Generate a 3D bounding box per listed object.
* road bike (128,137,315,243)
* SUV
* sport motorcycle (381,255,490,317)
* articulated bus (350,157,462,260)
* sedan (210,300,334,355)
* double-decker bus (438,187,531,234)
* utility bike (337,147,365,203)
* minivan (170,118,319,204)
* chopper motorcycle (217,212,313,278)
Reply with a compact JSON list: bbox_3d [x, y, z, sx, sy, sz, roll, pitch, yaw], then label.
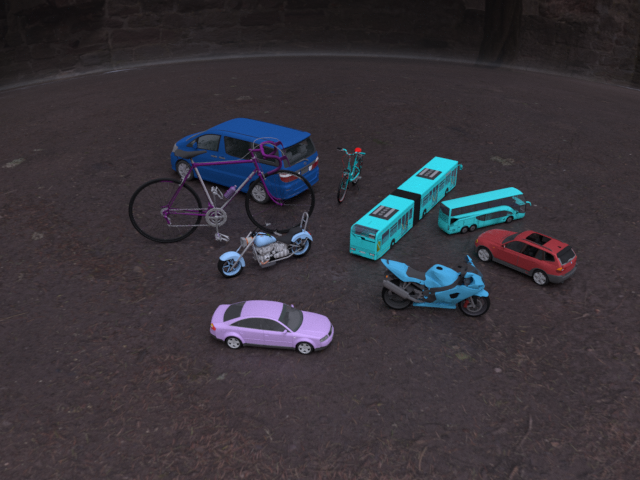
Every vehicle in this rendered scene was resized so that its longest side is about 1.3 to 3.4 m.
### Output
[{"bbox_3d":[-1.560,-0.756,11.232,3.004,1.656,0.697,-5,29,-9],"label":"road bike"},{"bbox_3d":[3.129,0.157,10.696,1.572,0.580,0.656,26,38,38],"label":"SUV"},{"bbox_3d":[1.576,0.643,9.576,1.520,0.821,0.506,5,30,9],"label":"sport motorcycle"},{"bbox_3d":[1.547,-0.629,12.128,0.605,0.561,3.401,16,33,27],"label":"articulated bus"},{"bbox_3d":[-0.626,1.088,9.124,1.613,0.483,0.635,4,29,6],"label":"sedan"},{"bbox_3d":[2.802,-0.509,11.933,1.672,0.541,0.389,-12,31,-21],"label":"double-decker bus"},{"bbox_3d":[0.620,-1.300,12.938,0.535,0.946,1.435,10,31,17],"label":"utility bike"},{"bbox_3d":[-1.503,-1.637,13.285,3.011,1.197,1.324,18,34,29],"label":"minivan"},{"bbox_3d":[-0.824,0.072,10.663,1.563,0.761,0.466,-15,32,-25],"label":"chopper motorcycle"}]
